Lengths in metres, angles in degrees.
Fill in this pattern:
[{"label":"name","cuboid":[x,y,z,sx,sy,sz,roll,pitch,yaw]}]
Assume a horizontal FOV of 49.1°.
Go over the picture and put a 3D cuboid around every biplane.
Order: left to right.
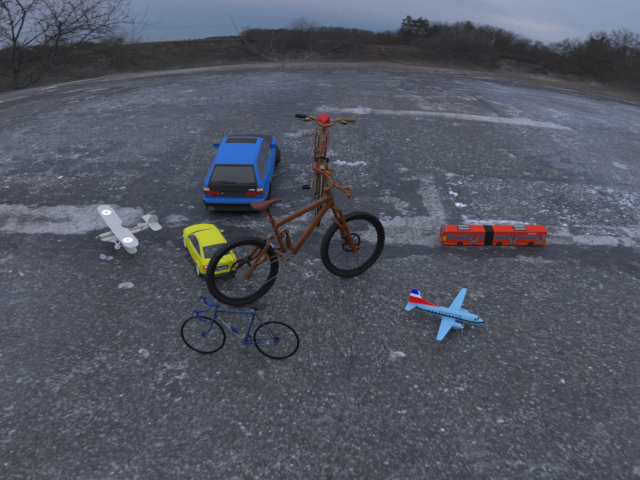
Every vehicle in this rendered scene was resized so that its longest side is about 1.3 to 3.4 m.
[{"label":"biplane","cuboid":[-3.180,-0.156,11.588,1.090,0.504,1.336,-19,34,-31]}]

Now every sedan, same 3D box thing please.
[{"label":"sedan","cuboid":[-1.780,0.082,11.174,0.635,0.483,1.613,-11,31,-20]}]

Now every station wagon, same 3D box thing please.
[{"label":"station wagon","cuboid":[-1.501,-1.549,13.708,1.327,0.920,3.105,1,29,1]}]

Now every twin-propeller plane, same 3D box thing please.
[{"label":"twin-propeller plane","cuboid":[1.735,0.957,9.650,1.095,0.407,1.370,12,31,21]}]

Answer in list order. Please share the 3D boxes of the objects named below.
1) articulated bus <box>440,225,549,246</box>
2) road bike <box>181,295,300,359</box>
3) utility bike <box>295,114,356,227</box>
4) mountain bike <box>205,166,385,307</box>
[{"label":"articulated bus","cuboid":[2.893,-0.080,11.675,1.749,0.289,0.311,0,29,0]},{"label":"road bike","cuboid":[-1.026,1.133,8.863,1.545,0.852,0.358,3,29,6]},{"label":"utility bike","cuboid":[0.096,-1.508,12.673,1.039,1.839,2.791,0,29,0]},{"label":"mountain bike","cuboid":[-0.291,0.000,10.067,2.857,1.688,1.114,-13,31,-23]}]
